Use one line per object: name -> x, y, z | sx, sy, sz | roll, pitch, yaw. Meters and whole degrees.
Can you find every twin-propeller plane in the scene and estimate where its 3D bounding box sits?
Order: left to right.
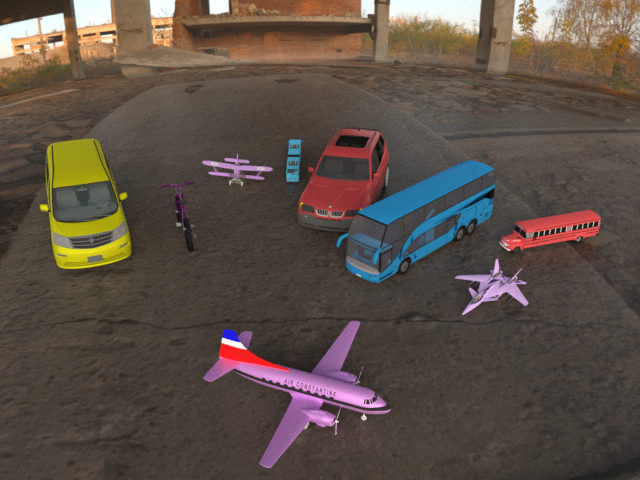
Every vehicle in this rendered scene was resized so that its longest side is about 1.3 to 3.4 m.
twin-propeller plane -> -0.213, 1.542, 7.942 | 2.129, 0.792, 2.663 | 11, 30, 19

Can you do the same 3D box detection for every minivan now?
minivan -> -3.911, -0.657, 11.597 | 1.324, 1.197, 3.011 | -10, 30, -18

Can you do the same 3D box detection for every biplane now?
biplane -> -1.596, -1.375, 13.659 | 1.336, 0.504, 1.090 | -3, 28, -5

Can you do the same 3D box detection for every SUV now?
SUV -> 0.495, -1.148, 12.580 | 1.276, 1.128, 3.058 | 6, 29, 12

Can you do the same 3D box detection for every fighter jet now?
fighter jet -> 2.399, 0.704, 10.030 | 1.147, 0.286, 1.358 | 22, 35, 35

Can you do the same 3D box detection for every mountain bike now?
mountain bike -> -2.253, -0.422, 11.507 | 0.573, 0.868, 1.469 | -9, 30, -17

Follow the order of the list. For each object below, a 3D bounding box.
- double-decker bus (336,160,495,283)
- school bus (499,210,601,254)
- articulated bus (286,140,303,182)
double-decker bus -> 1.644, -0.330, 11.142 | 0.756, 1.052, 3.251 | 25, 37, 38
school bus -> 3.753, -0.140, 11.440 | 1.708, 0.434, 0.365 | -9, 30, -17
articulated bus -> -0.530, -1.645, 14.387 | 0.311, 0.289, 1.749 | 0, 28, 0
